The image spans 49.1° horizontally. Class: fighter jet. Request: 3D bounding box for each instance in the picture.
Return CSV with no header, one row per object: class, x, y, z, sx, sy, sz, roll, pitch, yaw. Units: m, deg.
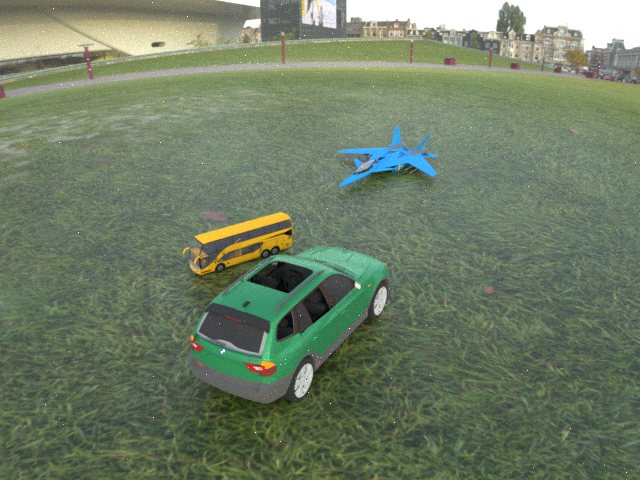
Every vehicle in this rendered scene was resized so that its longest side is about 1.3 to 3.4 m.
fighter jet,1.161,-1.579,13.588,2.229,0.557,2.640,19,32,33

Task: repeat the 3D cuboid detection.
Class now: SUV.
SUV,-0.245,0.736,8.250,1.276,1.128,3.058,14,30,27

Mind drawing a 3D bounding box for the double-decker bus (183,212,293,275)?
double-decker bus,-1.169,0.053,10.299,1.672,0.541,0.389,-17,31,-31
